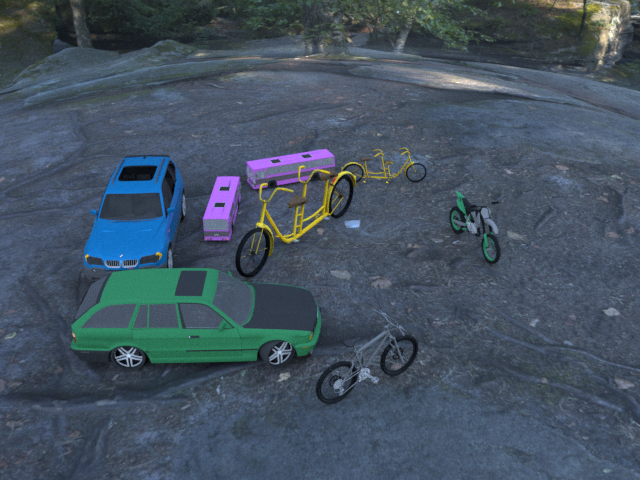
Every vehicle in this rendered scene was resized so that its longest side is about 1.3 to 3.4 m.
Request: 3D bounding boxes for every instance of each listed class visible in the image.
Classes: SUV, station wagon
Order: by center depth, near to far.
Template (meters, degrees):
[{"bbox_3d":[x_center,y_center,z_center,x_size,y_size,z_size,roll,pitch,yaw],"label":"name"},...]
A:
[{"bbox_3d":[-1.536,0.923,8.951,3.105,0.920,1.327,-1,29,-1],"label":"station wagon"},{"bbox_3d":[-2.892,-0.428,11.135,1.276,1.128,3.058,-2,29,-3],"label":"SUV"}]

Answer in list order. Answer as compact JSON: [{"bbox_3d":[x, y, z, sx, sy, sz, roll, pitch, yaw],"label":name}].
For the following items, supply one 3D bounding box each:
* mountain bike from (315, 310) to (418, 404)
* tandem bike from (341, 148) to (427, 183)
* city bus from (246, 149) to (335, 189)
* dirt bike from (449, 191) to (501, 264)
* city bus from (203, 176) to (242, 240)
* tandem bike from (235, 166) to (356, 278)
[{"bbox_3d":[0.579,1.385,8.186,1.469,0.868,0.573,-17,34,-28],"label":"mountain bike"},{"bbox_3d":[1.219,-1.404,13.317,1.642,0.682,0.283,-1,29,-1],"label":"tandem bike"},{"bbox_3d":[-0.556,-1.349,13.446,1.674,0.460,0.476,-12,31,-20],"label":"city bus"},{"bbox_3d":[2.470,-0.266,11.124,0.527,0.857,1.493,-10,31,-17],"label":"dirt bike"},{"bbox_3d":[-1.660,-0.541,12.015,0.476,0.460,1.674,0,29,1],"label":"city bus"},{"bbox_3d":[-0.293,-0.530,11.115,0.550,1.326,3.192,19,35,30],"label":"tandem bike"}]
